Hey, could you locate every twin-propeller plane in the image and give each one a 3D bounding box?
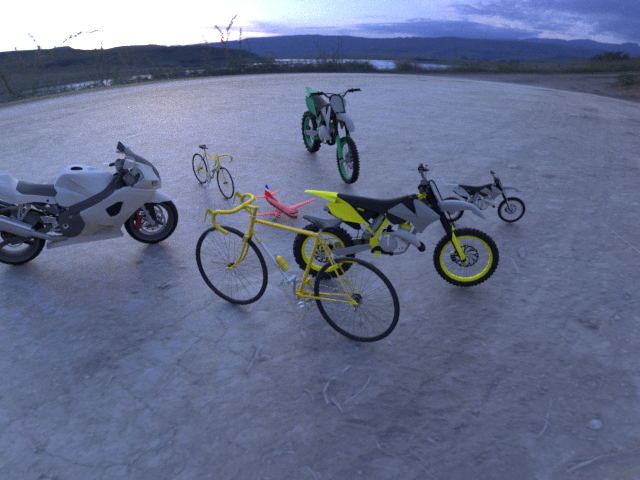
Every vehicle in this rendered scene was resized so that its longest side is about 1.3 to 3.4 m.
[{"bbox_3d":[-0.693,-0.631,12.164,1.370,0.407,1.095,-16,31,-30],"label":"twin-propeller plane"}]

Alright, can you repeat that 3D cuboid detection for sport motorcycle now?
[{"bbox_3d":[-3.658,-0.515,10.586,2.955,1.596,0.983,-9,28,-18],"label":"sport motorcycle"}]

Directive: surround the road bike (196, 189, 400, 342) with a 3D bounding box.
[{"bbox_3d":[-0.376,0.320,8.828,3.004,1.656,0.697,14,29,25],"label":"road bike"}]

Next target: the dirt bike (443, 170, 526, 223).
[{"bbox_3d":[2.724,-0.686,11.766,1.493,0.857,0.527,0,26,1],"label":"dirt bike"}]

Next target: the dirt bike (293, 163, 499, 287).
[{"bbox_3d":[1.052,-0.139,9.745,2.903,1.666,1.024,3,26,6],"label":"dirt bike"}]

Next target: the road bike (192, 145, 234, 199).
[{"bbox_3d":[-2.017,-1.319,13.055,0.358,0.852,1.545,-19,32,-33],"label":"road bike"}]

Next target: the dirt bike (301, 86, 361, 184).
[{"bbox_3d":[0.186,-2.262,14.044,1.024,1.666,2.903,-10,28,-19],"label":"dirt bike"}]
